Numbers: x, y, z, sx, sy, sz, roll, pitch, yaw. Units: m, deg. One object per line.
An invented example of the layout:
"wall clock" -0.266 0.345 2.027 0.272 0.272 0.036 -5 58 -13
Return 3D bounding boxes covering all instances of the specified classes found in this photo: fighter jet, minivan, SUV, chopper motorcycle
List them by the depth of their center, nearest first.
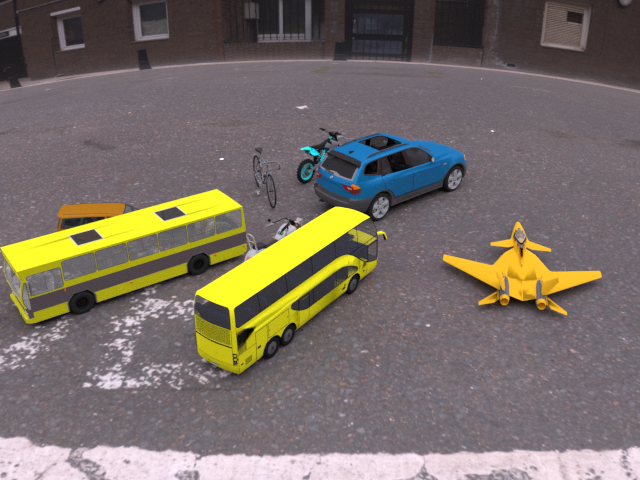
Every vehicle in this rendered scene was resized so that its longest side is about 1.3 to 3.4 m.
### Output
"fighter jet" 2.963 0.158 10.298 2.229 0.557 2.640 6 29 11
"chopper motorcycle" -0.535 -0.002 10.382 0.466 0.761 1.563 21 34 34
"minivan" -3.292 -0.234 10.971 1.548 0.616 0.681 -3 28 -6
"SUV" 1.312 -1.306 12.438 3.058 1.128 1.276 -21 35 -34

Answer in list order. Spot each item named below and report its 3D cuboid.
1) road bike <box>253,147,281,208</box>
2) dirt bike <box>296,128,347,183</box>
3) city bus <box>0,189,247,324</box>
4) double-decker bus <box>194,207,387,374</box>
"road bike" -1.000 -1.171 12.479 0.358 0.852 1.545 -9 29 -17
"dirt bike" 0.083 -1.643 13.358 0.527 0.857 1.493 23 36 37
"city bus" -2.647 0.190 9.881 3.255 0.894 0.926 -19 33 -31
"double-decker bus" -0.285 0.510 9.112 0.756 1.052 3.251 19 33 31
